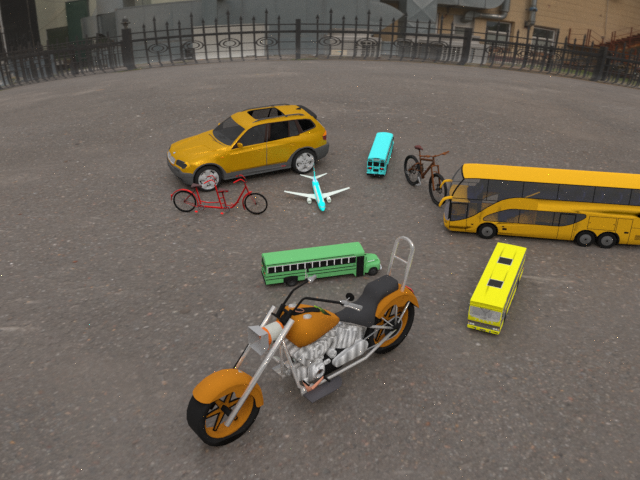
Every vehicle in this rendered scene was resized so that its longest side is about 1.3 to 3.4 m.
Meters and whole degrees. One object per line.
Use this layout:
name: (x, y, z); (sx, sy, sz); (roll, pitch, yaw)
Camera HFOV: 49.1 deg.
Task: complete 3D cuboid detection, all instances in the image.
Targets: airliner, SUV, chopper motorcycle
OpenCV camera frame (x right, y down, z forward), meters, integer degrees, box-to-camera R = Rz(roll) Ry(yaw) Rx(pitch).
airliner: (-0.033, -0.905, 12.188); (1.161, 0.429, 1.307); (-4, 29, -7)
SUV: (-1.337, -1.815, 13.131); (3.058, 1.128, 1.276); (-13, 31, -22)
chopper motorcycle: (-0.077, 1.028, 7.534); (3.040, 1.480, 0.906); (-21, 35, -34)

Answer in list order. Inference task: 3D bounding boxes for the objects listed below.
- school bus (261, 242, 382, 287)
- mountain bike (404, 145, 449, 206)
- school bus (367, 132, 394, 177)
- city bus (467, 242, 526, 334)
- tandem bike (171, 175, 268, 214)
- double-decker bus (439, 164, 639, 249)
school bus: (0.034, 0.330, 9.912); (1.708, 0.434, 0.365); (-7, 29, -12)
mountain bike: (1.844, -1.203, 12.277); (0.573, 0.868, 1.469); (-11, 30, -19)
school bus: (1.194, -1.704, 13.654); (0.365, 0.434, 1.708); (5, 29, 10)
city bus: (2.376, 0.626, 9.340); (0.476, 0.460, 1.674); (12, 31, 21)
tandem bike: (-1.687, -0.751, 11.641); (1.642, 0.682, 0.283); (2, 29, 4)
double-decker bus: (3.498, -0.556, 10.896); (3.251, 1.052, 0.756); (5, 29, 9)
